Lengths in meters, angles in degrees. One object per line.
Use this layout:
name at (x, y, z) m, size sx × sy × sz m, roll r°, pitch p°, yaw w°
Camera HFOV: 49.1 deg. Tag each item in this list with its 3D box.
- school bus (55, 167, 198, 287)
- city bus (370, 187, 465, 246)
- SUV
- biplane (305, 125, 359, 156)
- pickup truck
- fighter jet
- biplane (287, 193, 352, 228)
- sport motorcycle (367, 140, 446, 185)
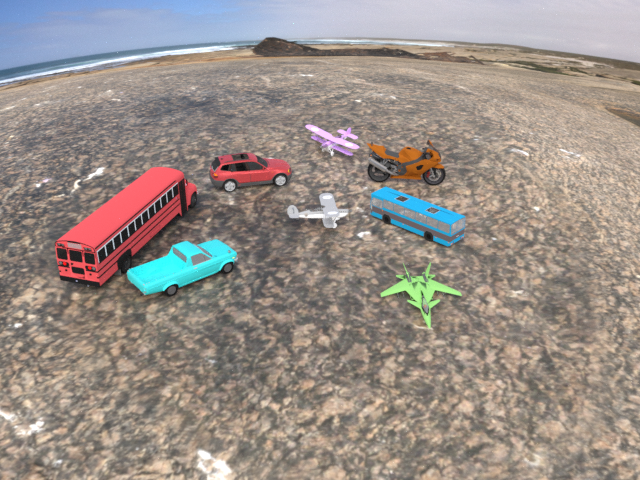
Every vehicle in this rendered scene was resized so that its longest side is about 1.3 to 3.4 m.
school bus at (-2.955, -0.365, 11.282) m, size 0.709 × 0.844 × 3.322 m, roll 8°, pitch 30°, yaw 15°
city bus at (1.607, -0.391, 11.725) m, size 1.674 × 0.460 × 0.476 m, roll 25°, pitch 38°, yaw 37°
SUV at (-1.321, -1.346, 13.326) m, size 1.572 × 0.580 × 0.656 m, roll -8°, pitch 30°, yaw -14°
biplane at (0.349, -2.088, 14.744) m, size 1.336 × 0.504 × 1.090 m, roll 20°, pitch 35°, yaw 32°
pickup truck at (-2.010, 0.353, 10.329) m, size 1.603 × 0.511 × 0.640 m, roll -22°, pitch 36°, yaw -34°
fighter jet at (1.438, 0.765, 9.816) m, size 1.147 × 0.286 × 1.358 m, roll -1°, pitch 29°, yaw -1°
biplane at (-0.006, -0.463, 11.809) m, size 1.090 × 0.504 × 1.336 m, roll -2°, pitch 29°, yaw -4°
sport motorcycle at (1.631, -1.454, 13.273) m, size 1.520 × 0.821 × 0.506 m, roll 4°, pitch 29°, yaw 8°
